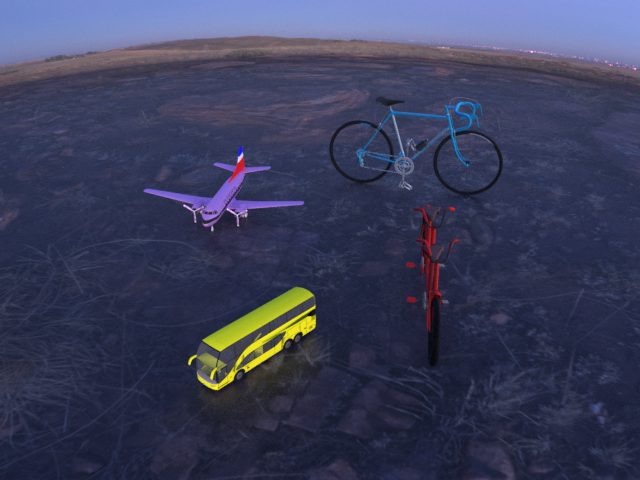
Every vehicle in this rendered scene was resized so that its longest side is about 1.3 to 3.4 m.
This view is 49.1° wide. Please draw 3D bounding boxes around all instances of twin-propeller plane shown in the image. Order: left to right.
[{"bbox_3d":[-1.524,-0.836,11.343,2.663,0.792,2.129,5,28,10],"label":"twin-propeller plane"}]

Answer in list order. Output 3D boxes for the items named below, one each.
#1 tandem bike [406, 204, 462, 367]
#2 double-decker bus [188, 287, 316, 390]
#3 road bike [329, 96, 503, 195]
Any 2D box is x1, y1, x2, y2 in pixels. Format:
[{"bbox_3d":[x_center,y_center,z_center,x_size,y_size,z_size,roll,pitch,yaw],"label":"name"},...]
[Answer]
[{"bbox_3d":[1.395,0.225,8.764,0.550,1.326,3.192,3,28,5],"label":"tandem bike"},{"bbox_3d":[-0.711,1.104,7.941,0.389,0.541,1.672,23,35,36],"label":"double-decker bus"},{"bbox_3d":[1.608,-1.635,11.930,3.004,1.656,0.697,8,29,15],"label":"road bike"}]
